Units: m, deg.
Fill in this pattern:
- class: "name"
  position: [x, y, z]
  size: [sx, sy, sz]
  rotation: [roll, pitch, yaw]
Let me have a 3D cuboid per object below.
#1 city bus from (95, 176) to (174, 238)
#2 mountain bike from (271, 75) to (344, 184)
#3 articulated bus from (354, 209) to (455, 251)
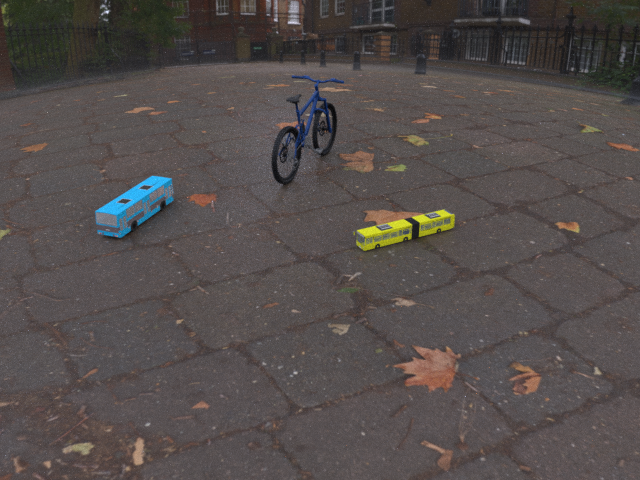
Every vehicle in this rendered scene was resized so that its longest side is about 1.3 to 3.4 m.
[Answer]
- class: "city bus"
  position: [-3.054, -0.556, 11.689]
  size: [0.476, 0.460, 1.674]
  rotation: [9, 28, 18]
- class: "mountain bike"
  position: [-0.250, -2.207, 13.640]
  size: [1.114, 1.688, 2.857]
  rotation: [11, 28, 21]
- class: "articulated bus"
  position: [1.362, -0.167, 11.097]
  size: [1.749, 0.289, 0.311]
  rotation: [-13, 29, -25]
